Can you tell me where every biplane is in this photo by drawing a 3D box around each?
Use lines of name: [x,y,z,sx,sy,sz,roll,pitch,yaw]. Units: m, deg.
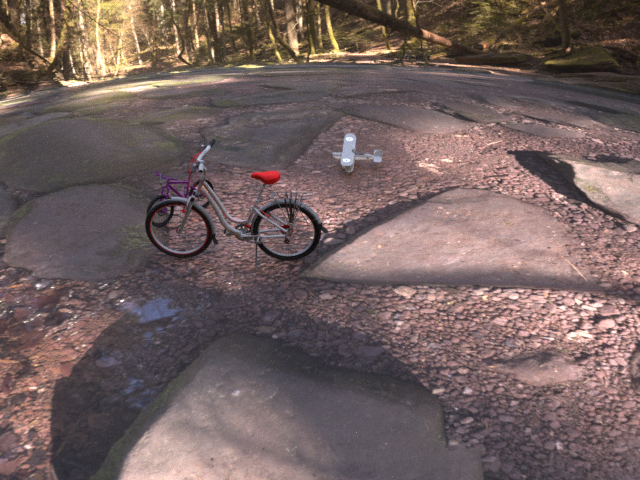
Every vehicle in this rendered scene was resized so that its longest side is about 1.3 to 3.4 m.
biplane: [0.738,-1.703,14.242,1.090,0.504,1.336,3,27,5]

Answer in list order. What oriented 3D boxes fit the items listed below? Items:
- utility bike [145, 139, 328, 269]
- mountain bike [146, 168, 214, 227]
utility bike: [-1.274,-0.449,10.351,2.791,1.839,1.039,1,27,2]
mountain bike: [-2.404,-0.789,12.069,0.573,0.868,1.469,21,34,35]
